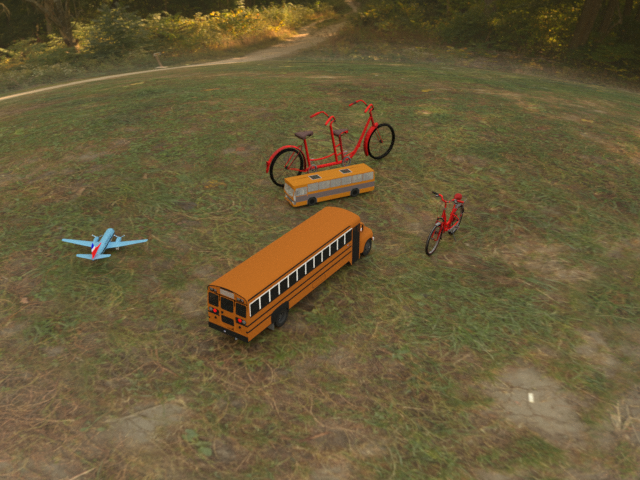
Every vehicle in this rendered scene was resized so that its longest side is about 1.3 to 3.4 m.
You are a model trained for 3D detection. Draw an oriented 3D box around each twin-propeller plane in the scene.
[{"bbox_3d":[-3.438,0.019,11.076,1.370,0.407,1.095,0,28,1],"label":"twin-propeller plane"}]

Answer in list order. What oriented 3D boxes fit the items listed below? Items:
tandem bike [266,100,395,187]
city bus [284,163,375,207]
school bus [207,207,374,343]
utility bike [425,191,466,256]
[{"bbox_3d":[0.282,-1.933,13.727,3.192,1.326,0.550,-19,34,-32],"label":"tandem bike"},{"bbox_3d":[0.182,-1.002,12.914,1.674,0.460,0.476,-13,31,-23],"label":"city bus"},{"bbox_3d":[-0.268,0.329,10.042,0.709,0.844,3.322,17,33,29],"label":"school bus"},{"bbox_3d":[2.078,-0.348,11.189,0.535,0.946,1.435,17,33,29],"label":"utility bike"}]
